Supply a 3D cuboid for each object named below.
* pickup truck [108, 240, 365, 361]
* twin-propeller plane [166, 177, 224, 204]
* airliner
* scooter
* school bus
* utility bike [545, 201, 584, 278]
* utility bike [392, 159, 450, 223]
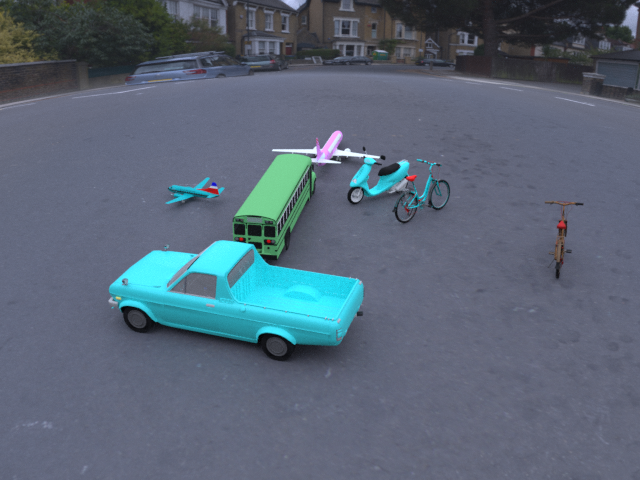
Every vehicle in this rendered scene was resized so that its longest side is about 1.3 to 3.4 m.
[{"bbox_3d":[-1.051,0.628,8.716,3.117,0.993,1.244,8,27,16],"label":"pickup truck"},{"bbox_3d":[-2.282,-0.910,12.567,1.095,0.407,1.370,11,28,21],"label":"twin-propeller plane"},{"bbox_3d":[0.181,-2.041,14.415,2.257,0.835,2.541,5,26,11],"label":"airliner"},{"bbox_3d":[1.077,-1.185,12.548,1.399,0.919,0.662,-15,30,-29],"label":"scooter"},{"bbox_3d":[-0.655,-0.667,11.564,0.709,0.844,3.322,4,26,9],"label":"school bus"},{"bbox_3d":[3.487,-0.074,10.222,0.535,0.946,1.435,9,27,19],"label":"utility bike"},{"bbox_3d":[1.700,-0.858,11.841,1.435,0.946,0.535,-20,32,-36],"label":"utility bike"}]
